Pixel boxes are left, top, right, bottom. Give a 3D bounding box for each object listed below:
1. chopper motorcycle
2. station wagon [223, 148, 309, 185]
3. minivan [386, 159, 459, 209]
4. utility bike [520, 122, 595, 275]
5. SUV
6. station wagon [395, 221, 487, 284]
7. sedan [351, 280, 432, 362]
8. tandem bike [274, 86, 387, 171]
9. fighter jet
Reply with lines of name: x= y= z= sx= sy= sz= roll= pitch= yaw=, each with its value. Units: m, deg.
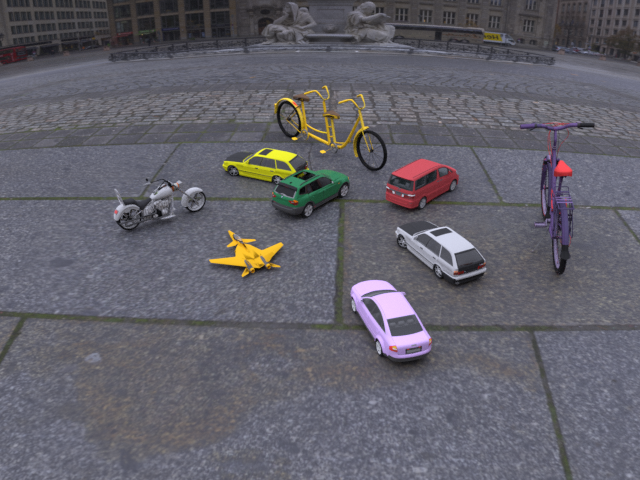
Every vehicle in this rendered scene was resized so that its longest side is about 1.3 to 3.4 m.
chopper motorcycle: x=-2.554 y=-0.649 z=11.197 sx=1.563 sy=0.761 sz=0.466 roll=-21 pitch=35 yaw=-32
station wagon: x=-1.014 y=-1.403 z=12.831 sx=1.597 sy=0.473 sz=0.682 roll=13 pitch=32 yaw=22
minivan: x=1.794 y=-1.039 z=12.039 sx=0.681 sy=0.616 sz=1.548 roll=24 pitch=37 yaw=35
utility bike: x=3.387 y=-0.761 z=10.297 sx=1.039 sy=1.839 sz=2.791 roll=5 pitch=30 yaw=9
SUV: x=-0.139 y=-0.894 z=11.817 sx=0.656 sy=0.580 sz=1.572 roll=22 pitch=36 yaw=33
station wagon: x=1.727 y=0.070 z=10.213 sx=0.682 sy=0.473 sz=1.597 roll=-14 pitch=32 yaw=-23
sedan: x=0.850 y=0.909 z=8.713 sx=0.635 sy=0.483 sz=1.613 roll=-9 pitch=30 yaw=-15
tandem bike: x=0.136 y=-2.321 z=13.593 sx=0.550 sy=1.326 sz=3.192 roll=-24 pitch=37 yaw=-36
fighter jet: x=-1.128 y=0.074 z=10.397 sx=1.147 sy=0.286 sz=1.358 roll=-14 pitch=32 yaw=-23
